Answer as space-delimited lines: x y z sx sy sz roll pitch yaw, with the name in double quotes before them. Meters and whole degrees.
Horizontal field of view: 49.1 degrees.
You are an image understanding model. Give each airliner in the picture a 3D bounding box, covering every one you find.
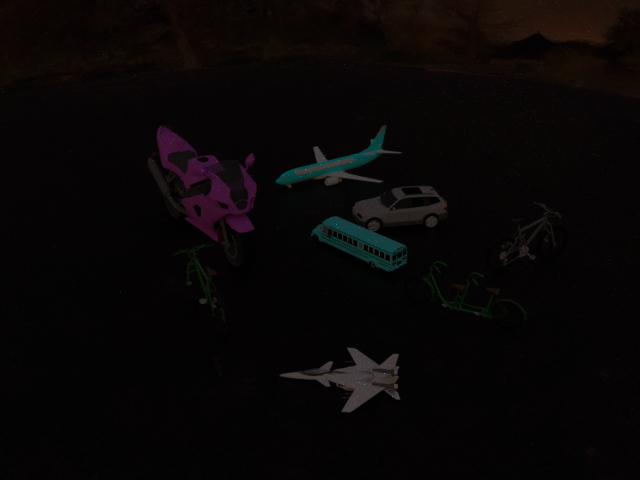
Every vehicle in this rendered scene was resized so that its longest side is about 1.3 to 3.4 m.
"airliner" 0.267 -1.576 13.302 2.541 0.835 2.257 -16 31 -29

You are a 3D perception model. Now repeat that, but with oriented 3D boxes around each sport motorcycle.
"sport motorcycle" -1.776 -0.694 10.707 0.983 1.596 2.955 -17 31 -30

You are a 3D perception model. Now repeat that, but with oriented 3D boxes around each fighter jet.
"fighter jet" 0.218 1.483 7.844 1.358 0.286 1.147 2 27 4

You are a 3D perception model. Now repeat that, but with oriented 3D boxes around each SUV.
"SUV" 1.318 -0.547 11.544 1.572 0.580 0.656 -4 27 -9

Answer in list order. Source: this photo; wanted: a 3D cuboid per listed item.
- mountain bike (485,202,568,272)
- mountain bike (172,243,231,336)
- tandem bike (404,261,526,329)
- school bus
"mountain bike" 3.035 -0.011 10.161 1.469 0.868 0.573 -11 29 -21
"mountain bike" -1.484 0.599 8.951 0.573 0.868 1.469 -16 31 -28
"tandem bike" 1.840 0.690 8.979 1.642 0.682 0.283 14 30 26
"school bus" 0.548 0.033 10.556 0.365 0.434 1.708 -24 35 -39
